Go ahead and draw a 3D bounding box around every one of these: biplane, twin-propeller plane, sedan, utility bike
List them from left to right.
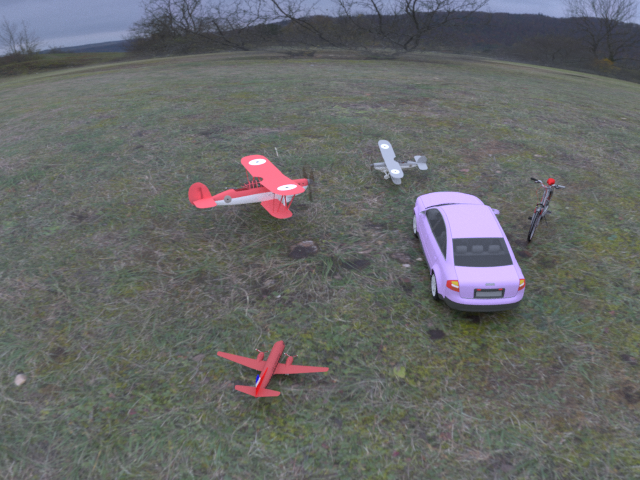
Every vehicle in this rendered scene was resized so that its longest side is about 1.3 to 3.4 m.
[{"bbox_3d":[-1.116,-0.801,11.583,2.120,0.981,2.598,-10,31,-18],"label":"biplane"},{"bbox_3d":[-0.590,1.454,8.190,1.370,0.407,1.095,6,30,11],"label":"twin-propeller plane"},{"bbox_3d":[1.472,-1.406,13.132,1.090,0.504,1.336,-4,30,-7],"label":"biplane"},{"bbox_3d":[2.113,-0.050,10.301,1.235,0.940,3.137,-1,30,-2],"label":"sedan"},{"bbox_3d":[3.620,-0.585,11.238,0.535,0.946,1.435,14,33,24],"label":"utility bike"}]
